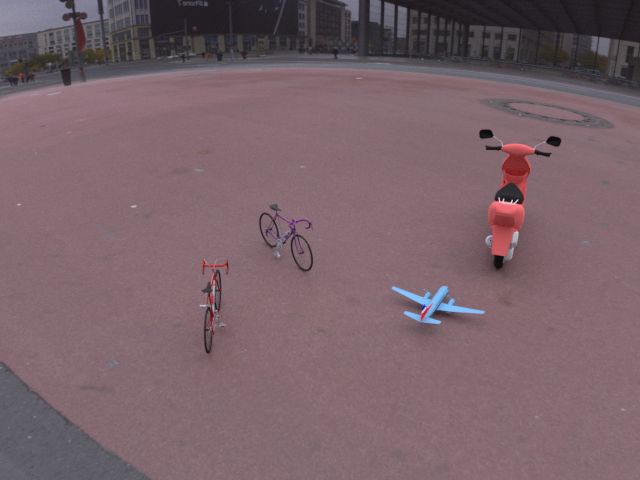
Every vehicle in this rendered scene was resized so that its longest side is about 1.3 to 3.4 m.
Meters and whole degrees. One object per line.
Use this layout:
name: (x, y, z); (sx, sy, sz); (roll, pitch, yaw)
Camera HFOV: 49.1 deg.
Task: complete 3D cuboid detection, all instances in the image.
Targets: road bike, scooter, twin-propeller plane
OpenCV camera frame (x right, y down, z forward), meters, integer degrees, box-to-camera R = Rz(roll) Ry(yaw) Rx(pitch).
road bike: (-0.560, -0.094, 11.090); (0.358, 0.852, 1.545); (-19, 33, -31)
scooter: (3.115, -0.791, 11.402); (1.288, 1.786, 2.721); (9, 29, 16)
road bike: (-1.438, 0.823, 9.374); (0.358, 0.852, 1.545); (0, 28, 0)
twin-propeller plane: (1.602, 0.855, 9.786); (1.370, 0.407, 1.095); (14, 31, 25)
